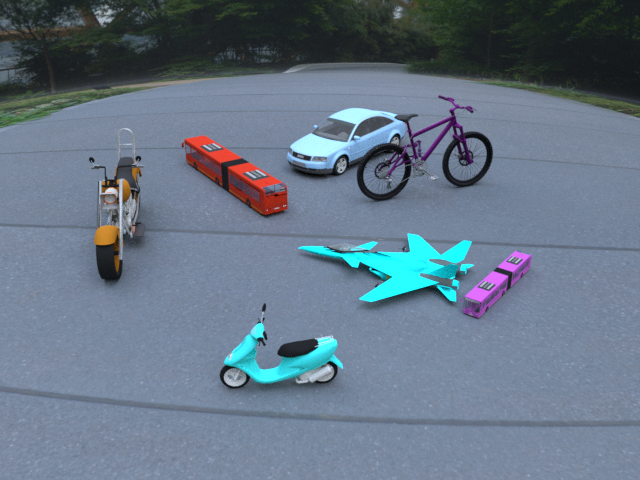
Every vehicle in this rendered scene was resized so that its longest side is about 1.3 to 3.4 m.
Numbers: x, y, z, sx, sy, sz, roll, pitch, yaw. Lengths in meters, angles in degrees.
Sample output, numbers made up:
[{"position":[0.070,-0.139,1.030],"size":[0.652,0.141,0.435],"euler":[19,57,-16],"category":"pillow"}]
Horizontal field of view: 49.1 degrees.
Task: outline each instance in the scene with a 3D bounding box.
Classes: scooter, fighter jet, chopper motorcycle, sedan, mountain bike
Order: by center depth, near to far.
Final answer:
[{"position":[-0.439,1.256,7.856],"size":[1.399,0.919,0.662],"euler":[-2,26,-5],"category":"scooter"},{"position":[0.871,0.204,10.381],"size":[2.640,0.557,2.229],"euler":[11,28,21],"category":"fighter jet"},{"position":[-3.188,-0.641,11.046],"size":[0.906,1.480,3.040],"euler":[-3,27,-6],"category":"chopper motorcycle"},{"position":[1.986,-1.644,12.834],"size":[2.857,1.688,1.114],"euler":[-10,28,-20],"category":"mountain bike"},{"position":[0.609,-2.195,14.785],"size":[1.235,0.940,3.137],"euler":[21,33,36],"category":"sedan"}]

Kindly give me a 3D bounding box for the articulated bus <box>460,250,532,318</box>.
[{"position":[2.522,0.597,9.893],"size":[0.311,0.289,1.749],"euler":[19,32,33],"category":"articulated bus"}]

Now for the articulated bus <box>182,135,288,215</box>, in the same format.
[{"position":[-1.692,-1.301,13.410],"size":[0.605,0.561,3.401],"euler":[-16,31,-30],"category":"articulated bus"}]
